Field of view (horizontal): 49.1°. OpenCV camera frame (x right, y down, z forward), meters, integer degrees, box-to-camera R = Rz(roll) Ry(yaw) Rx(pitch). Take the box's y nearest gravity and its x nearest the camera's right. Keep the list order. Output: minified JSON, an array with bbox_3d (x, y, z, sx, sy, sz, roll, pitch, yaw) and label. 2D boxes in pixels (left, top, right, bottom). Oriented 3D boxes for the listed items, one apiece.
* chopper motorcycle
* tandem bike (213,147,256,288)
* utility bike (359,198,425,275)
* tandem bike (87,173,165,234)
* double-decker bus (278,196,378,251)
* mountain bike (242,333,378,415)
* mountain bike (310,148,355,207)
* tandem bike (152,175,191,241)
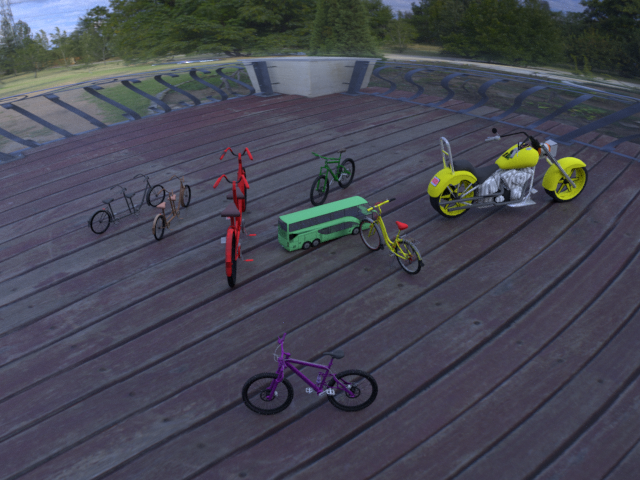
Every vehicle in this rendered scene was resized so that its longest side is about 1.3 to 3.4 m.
[{"bbox_3d":[3.222,-1.174,11.721,3.040,1.480,0.906,-10,30,-17],"label":"chopper motorcycle"},{"bbox_3d":[-1.275,-0.507,10.662,0.550,1.326,3.192,-1,29,-1],"label":"tandem bike"},{"bbox_3d":[0.994,-0.065,10.248,0.535,0.946,1.435,-19,34,-31],"label":"utility bike"},{"bbox_3d":[-3.182,-0.640,11.576,0.283,0.682,1.642,19,34,31],"label":"tandem bike"},{"bbox_3d":[0.126,-0.277,11.059,1.672,0.541,0.389,-16,33,-27],"label":"double-decker bus"},{"bbox_3d":[-0.106,1.502,7.461,1.469,0.868,0.573,-1,29,-3],"label":"mountain bike"},{"bbox_3d":[0.237,-1.170,12.352,0.573,0.868,1.469,17,33,28],"label":"mountain bike"},{"bbox_3d":[-2.429,-0.588,11.482,0.283,0.682,1.642,5,29,10],"label":"tandem bike"}]
